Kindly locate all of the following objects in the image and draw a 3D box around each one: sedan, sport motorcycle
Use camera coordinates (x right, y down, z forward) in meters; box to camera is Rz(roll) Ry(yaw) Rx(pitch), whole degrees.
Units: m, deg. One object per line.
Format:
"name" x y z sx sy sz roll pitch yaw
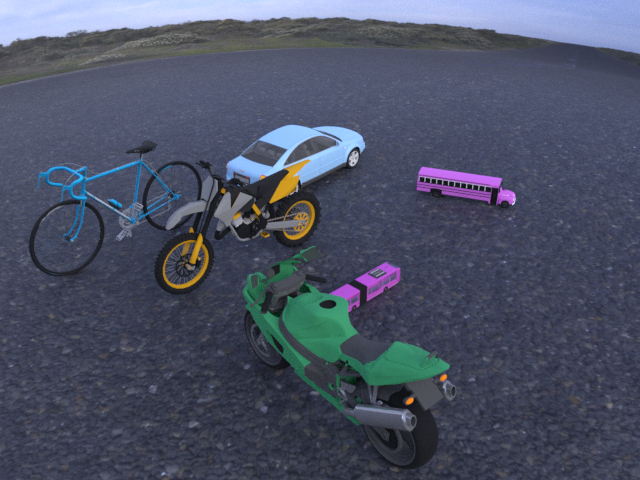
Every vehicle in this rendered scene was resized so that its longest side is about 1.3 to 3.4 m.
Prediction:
"sedan" -0.369 -1.621 12.977 1.235 0.940 3.137 22 37 34
"sport motorcycle" 0.123 1.192 7.424 0.983 1.596 2.955 -25 38 -36

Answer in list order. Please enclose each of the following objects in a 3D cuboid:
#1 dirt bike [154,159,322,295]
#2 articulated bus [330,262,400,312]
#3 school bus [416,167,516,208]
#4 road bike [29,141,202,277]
"dirt bike" -1.093 -0.313 9.973 2.903 1.666 1.024 -24 37 -35
"articulated bus" 0.432 0.756 9.495 1.749 0.289 0.311 -26 39 -37
"school bus" 2.569 -0.931 12.285 1.708 0.434 0.365 10 32 18
"road bike" -2.962 -0.575 10.439 0.697 1.656 3.004 25 38 36
